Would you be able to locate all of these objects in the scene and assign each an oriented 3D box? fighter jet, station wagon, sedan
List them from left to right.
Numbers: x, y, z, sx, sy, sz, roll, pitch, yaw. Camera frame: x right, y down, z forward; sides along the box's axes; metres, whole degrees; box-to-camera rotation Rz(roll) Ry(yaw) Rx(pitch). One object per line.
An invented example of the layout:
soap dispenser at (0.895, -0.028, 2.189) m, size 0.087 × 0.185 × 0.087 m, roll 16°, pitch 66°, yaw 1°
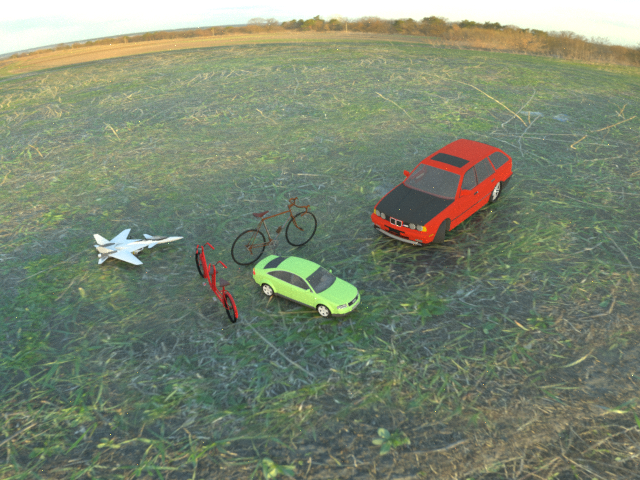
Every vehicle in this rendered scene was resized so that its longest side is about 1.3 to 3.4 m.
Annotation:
fighter jet at (-2.803, 0.012, 10.893) m, size 1.358 × 0.286 × 1.147 m, roll -12°, pitch 32°, yaw -19°
sedan at (-0.196, 0.580, 9.734) m, size 1.613 × 0.483 × 0.635 m, roll 18°, pitch 35°, yaw 28°
station wagon at (2.122, -0.923, 11.857) m, size 1.327 × 0.920 × 3.105 m, roll 22°, pitch 37°, yaw 33°

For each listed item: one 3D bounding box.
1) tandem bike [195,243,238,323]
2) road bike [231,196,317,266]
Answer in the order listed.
tandem bike at (-1.453, 0.525, 9.632) m, size 0.283 × 0.682 × 1.642 m, roll -15°, pitch 34°, yaw -23°
road bike at (-0.676, -0.138, 10.591) m, size 1.545 × 0.852 × 0.358 m, roll -20°, pitch 36°, yaw -30°
